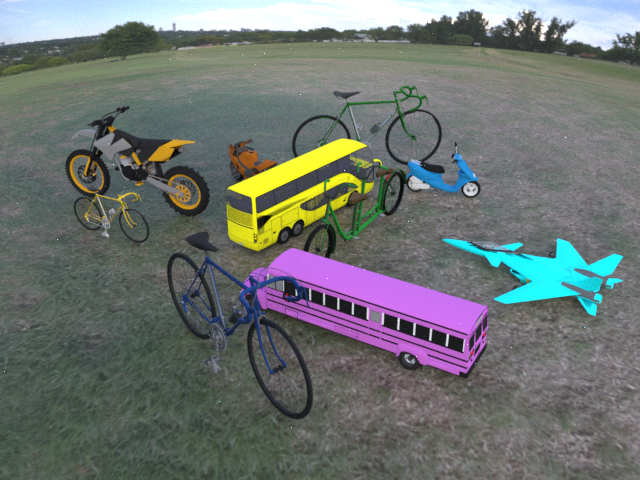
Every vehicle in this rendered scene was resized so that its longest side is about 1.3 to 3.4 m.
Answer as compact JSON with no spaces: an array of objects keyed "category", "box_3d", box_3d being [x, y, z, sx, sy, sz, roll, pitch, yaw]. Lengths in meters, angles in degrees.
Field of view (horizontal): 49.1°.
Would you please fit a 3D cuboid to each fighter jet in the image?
[{"category":"fighter jet","box_3d":[2.968,0.236,10.287,2.640,0.557,2.229,21,35,33]}]

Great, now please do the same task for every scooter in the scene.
[{"category":"scooter","box_3d":[2.217,-1.244,12.630,1.399,0.919,0.662,7,29,13]}]

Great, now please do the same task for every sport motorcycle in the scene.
[{"category":"sport motorcycle","box_3d":[-1.231,-1.313,12.859,0.506,0.821,1.520,-21,35,-33]}]

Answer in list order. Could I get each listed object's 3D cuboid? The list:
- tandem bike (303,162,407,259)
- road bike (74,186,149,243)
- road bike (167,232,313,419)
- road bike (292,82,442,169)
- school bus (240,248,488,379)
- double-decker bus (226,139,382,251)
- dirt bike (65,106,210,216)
[{"category":"tandem bike","box_3d":[0.630,-0.576,10.975,0.550,1.326,3.192,17,33,28]},{"category":"road bike","box_3d":[-3.373,-0.438,11.218,1.545,0.852,0.358,13,31,23]},{"category":"road bike","box_3d":[-1.034,0.831,8.044,0.696,1.656,3.004,-21,35,-34]},{"category":"road bike","box_3d":[0.942,-2.152,13.528,3.004,1.656,0.697,-5,29,-9]},{"category":"school bus","box_3d":[0.433,0.828,8.898,3.322,0.844,0.709,16,32,27]},{"category":"double-decker bus","box_3d":[-0.204,-0.850,11.765,0.756,1.052,3.251,22,35,34]},{"category":"dirt bike","box_3d":[-3.223,-1.328,12.003,2.903,1.666,1.024,10,30,18]}]
